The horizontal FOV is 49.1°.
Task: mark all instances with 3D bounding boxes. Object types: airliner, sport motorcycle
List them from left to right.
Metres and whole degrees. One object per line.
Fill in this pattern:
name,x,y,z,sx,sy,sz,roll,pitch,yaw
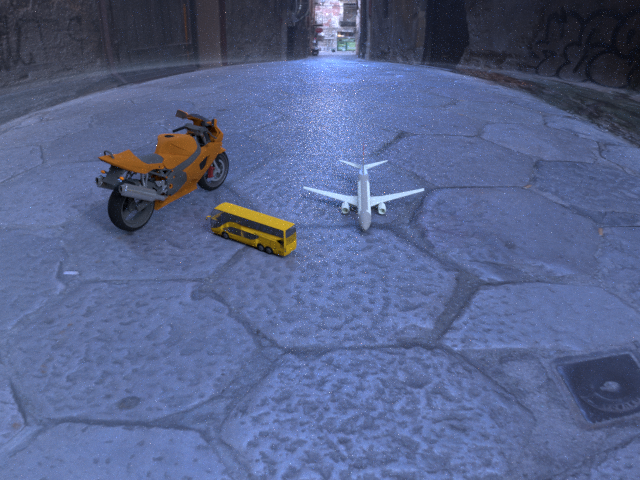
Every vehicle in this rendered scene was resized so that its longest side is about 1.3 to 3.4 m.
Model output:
sport motorcycle,-2.675,-1.280,12.519,0.983,1.596,2.955,19,34,30
airliner,0.805,-0.990,12.782,2.257,0.835,2.541,1,29,2

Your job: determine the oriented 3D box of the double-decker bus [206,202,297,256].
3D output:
double-decker bus,-1.144,-0.197,11.646,1.672,0.541,0.389,18,33,29
